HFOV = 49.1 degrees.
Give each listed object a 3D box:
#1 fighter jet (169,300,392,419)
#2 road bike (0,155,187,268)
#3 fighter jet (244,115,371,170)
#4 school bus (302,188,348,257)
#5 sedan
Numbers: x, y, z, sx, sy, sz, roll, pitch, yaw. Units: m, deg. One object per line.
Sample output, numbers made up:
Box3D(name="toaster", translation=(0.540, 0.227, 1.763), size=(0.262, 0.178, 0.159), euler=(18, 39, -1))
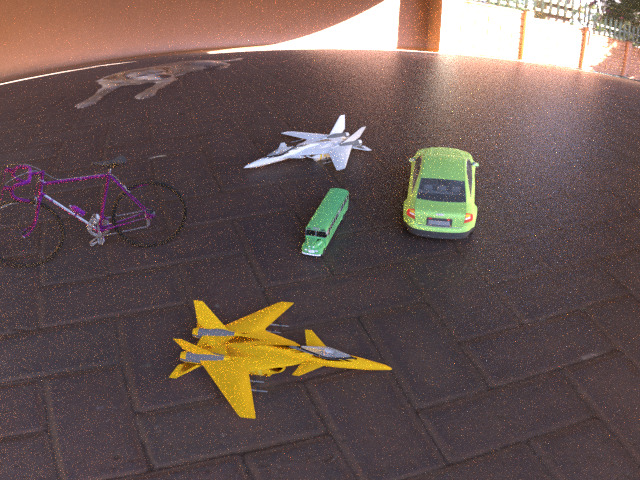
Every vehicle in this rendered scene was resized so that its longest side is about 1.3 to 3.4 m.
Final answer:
Box3D(name="fighter jet", translation=(-0.427, 1.316, 8.623), size=(2.640, 0.557, 2.229), euler=(5, 31, 8))
Box3D(name="road bike", translation=(-3.531, -0.456, 10.545), size=(3.004, 1.656, 0.697), euler=(-10, 32, -16))
Box3D(name="fighter jet", translation=(-0.355, -1.898, 14.072), size=(2.640, 0.557, 2.229), euler=(-17, 35, -27))
Box3D(name="school bus", translation=(0.096, -0.298, 11.479), size=(0.365, 0.434, 1.708), euler=(8, 32, 14))
Box3D(name="sedan", translation=(2.128, -1.020, 12.205), size=(1.235, 0.940, 3.137), euler=(5, 31, 9))
